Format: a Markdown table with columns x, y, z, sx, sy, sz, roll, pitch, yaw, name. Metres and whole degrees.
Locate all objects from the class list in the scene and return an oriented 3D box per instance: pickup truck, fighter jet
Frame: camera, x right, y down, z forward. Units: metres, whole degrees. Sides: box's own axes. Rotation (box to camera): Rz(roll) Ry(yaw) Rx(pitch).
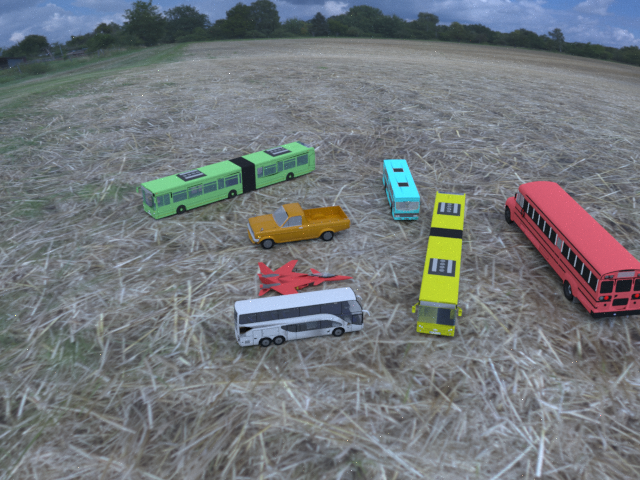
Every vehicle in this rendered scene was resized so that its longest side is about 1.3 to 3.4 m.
| x | y | z | sx | sy | sz | roll | pitch | yaw | name |
| --- | --- | --- | --- | --- | --- | --- | --- | --- | --- |
| -0.339 | -0.284 | 11.049 | 1.603 | 0.511 | 0.640 | -8 | 29 | -14 | pickup truck |
| -0.201 | 0.500 | 9.836 | 1.358 | 0.286 | 1.147 | -3 | 29 | -6 | fighter jet |

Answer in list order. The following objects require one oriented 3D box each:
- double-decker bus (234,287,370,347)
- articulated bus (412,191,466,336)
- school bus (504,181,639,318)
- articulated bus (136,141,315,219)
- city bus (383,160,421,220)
| x | y | z | sx | sy | sz | roll | pitch | yaw | name |
| --- | --- | --- | --- | --- | --- | --- | --- | --- | --- |
| -0.230 | 0.953 | 8.732 | 1.672 | 0.541 | 0.389 | -6 | 29 | -12 | double-decker bus |
| 1.783 | 0.209 | 10.086 | 0.605 | 0.561 | 3.401 | 6 | 29 | 11 | articulated bus |
| 3.581 | -0.032 | 10.234 | 0.709 | 0.844 | 3.322 | -3 | 29 | -6 | school bus |
| -1.567 | -1.120 | 12.541 | 3.401 | 0.561 | 0.605 | -21 | 35 | -33 | articulated bus |
| 1.396 | -0.881 | 12.205 | 0.476 | 0.460 | 1.674 | -1 | 28 | -2 | city bus |
